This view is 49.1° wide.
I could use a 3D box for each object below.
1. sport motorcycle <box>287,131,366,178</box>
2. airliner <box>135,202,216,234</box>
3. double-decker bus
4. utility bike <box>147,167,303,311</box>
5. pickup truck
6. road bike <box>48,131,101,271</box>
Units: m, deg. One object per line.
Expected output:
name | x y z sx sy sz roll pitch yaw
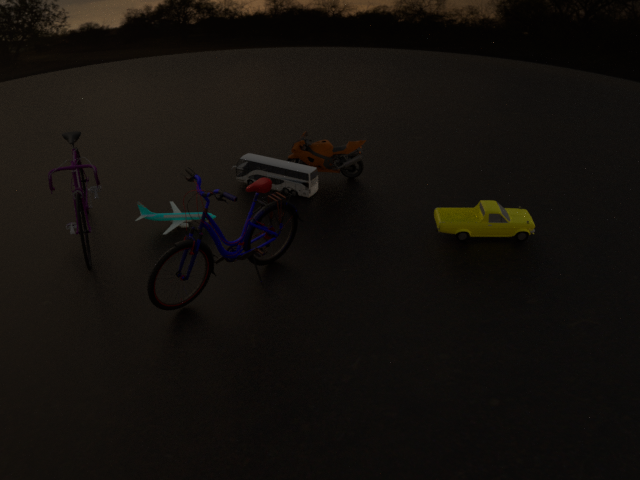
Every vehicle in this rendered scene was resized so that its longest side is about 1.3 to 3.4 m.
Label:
sport motorcycle | 0.105 -1.580 13.279 1.520 0.821 0.506 3 30 5
airliner | -2.417 -0.471 11.764 1.307 0.429 1.161 -2 30 -4
double-decker bus | -0.828 -1.203 12.911 1.672 0.541 0.389 15 33 24
utility bike | -1.191 -0.120 9.759 2.791 1.839 1.039 -27 39 -38
pickup truck | 2.685 -0.341 11.458 1.603 0.511 0.640 0 30 0
road bike | -3.795 -0.775 11.066 0.696 1.656 3.004 -9 31 -15
